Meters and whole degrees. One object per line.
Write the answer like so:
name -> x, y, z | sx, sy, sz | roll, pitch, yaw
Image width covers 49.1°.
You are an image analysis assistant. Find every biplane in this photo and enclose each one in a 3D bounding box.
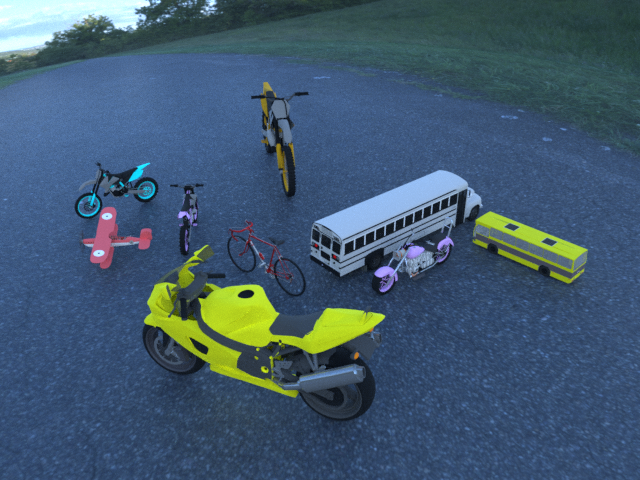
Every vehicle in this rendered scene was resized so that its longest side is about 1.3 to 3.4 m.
biplane -> -3.110, 0.023, 10.668 | 1.090, 0.504, 1.336 | -3, 31, -5

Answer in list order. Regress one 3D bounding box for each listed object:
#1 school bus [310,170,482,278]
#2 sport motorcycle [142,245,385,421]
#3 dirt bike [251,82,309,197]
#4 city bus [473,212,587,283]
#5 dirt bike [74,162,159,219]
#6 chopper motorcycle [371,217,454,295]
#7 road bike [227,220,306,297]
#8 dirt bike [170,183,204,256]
school bus -> 1.324, -0.356, 10.974 | 3.322, 0.844, 0.709 | -24, 38, -34
sport motorcycle -> -0.734, 1.100, 7.780 | 2.955, 1.596, 0.983 | 11, 32, 18
dirt bike -> -0.778, -2.019, 12.975 | 1.024, 1.666, 2.903 | -7, 31, -11
city bus -> 3.132, 0.109, 10.566 | 1.674, 0.460, 0.476 | 27, 40, 37
dirt bike -> -3.450, -0.886, 11.857 | 1.493, 0.857, 0.527 | -21, 36, -31
chopper motorcycle -> 1.359, 0.222, 10.080 | 1.563, 0.761, 0.466 | -23, 37, -33
road bike -> -0.788, 0.252, 9.941 | 1.545, 0.852, 0.358 | 23, 38, 34
dirt bike -> -2.092, -0.424, 11.077 | 0.527, 0.857, 1.493 | 0, 31, -1
